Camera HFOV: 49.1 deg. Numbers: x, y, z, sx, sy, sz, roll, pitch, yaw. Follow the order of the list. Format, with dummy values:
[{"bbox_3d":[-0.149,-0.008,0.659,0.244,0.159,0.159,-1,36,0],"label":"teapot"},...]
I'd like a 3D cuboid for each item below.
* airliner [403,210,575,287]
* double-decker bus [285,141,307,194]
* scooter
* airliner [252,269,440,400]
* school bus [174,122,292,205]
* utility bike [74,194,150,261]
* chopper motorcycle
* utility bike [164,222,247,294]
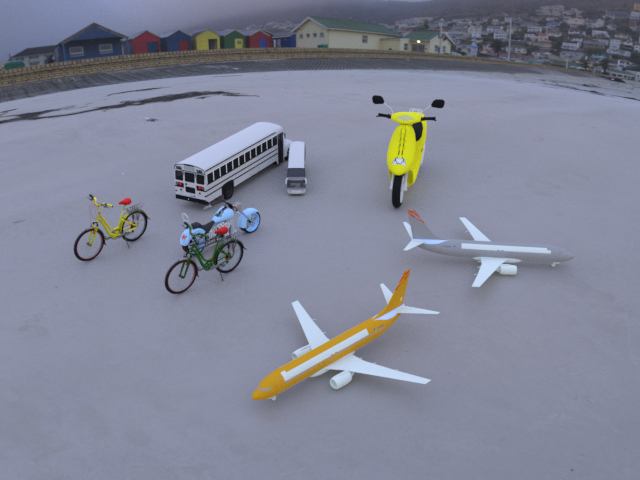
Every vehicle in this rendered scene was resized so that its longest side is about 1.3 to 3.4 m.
[{"bbox_3d":[2.509,-0.019,10.386,2.541,0.835,2.257,3,27,5],"label":"airliner"},{"bbox_3d":[-0.445,-1.387,13.465,0.389,0.541,1.672,0,26,-1],"label":"double-decker bus"},{"bbox_3d":[1.627,-1.847,12.992,1.288,1.786,2.721,6,27,12],"label":"scooter"},{"bbox_3d":[0.214,1.100,8.139,2.541,0.835,2.257,-22,34,-37],"label":"airliner"},{"bbox_3d":[-1.526,-1.564,13.480,0.709,0.844,3.322,12,29,23],"label":"school bus"},{"bbox_3d":[-3.156,-0.255,10.736,0.535,0.946,1.435,19,32,33],"label":"utility bike"},{"bbox_3d":[-1.546,-0.286,11.005,0.466,0.761,1.563,22,34,37],"label":"chopper motorcycle"},{"bbox_3d":[-1.563,0.197,9.828,0.535,0.946,1.435,24,35,39],"label":"utility bike"}]
